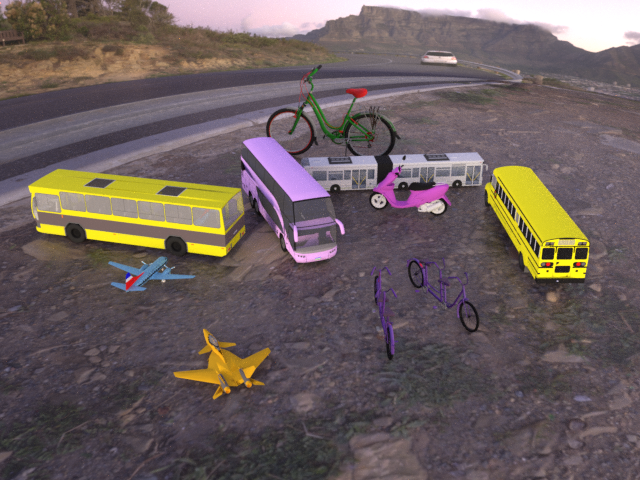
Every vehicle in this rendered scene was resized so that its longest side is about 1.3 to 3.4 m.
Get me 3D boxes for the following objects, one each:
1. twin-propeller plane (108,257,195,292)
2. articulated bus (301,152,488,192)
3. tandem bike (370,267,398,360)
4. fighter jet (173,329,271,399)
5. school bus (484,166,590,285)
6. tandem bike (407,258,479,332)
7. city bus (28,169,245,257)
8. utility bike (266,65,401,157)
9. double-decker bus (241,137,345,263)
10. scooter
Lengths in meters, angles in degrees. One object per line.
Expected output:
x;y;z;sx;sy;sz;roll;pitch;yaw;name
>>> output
-2.408;0.428;9.756;1.370;0.407;1.095;8;27;16;twin-propeller plane
1.353;-1.263;13.003;3.401;0.561;0.605;-2;26;-5;articulated bus
0.786;0.820;8.654;0.283;0.682;1.642;-1;26;-2;tandem bike
-1.160;1.299;8.130;1.147;0.286;1.358;-12;29;-22;fighter jet
3.243;-0.372;10.882;0.709;0.844;3.322;0;26;-1;school bus
1.583;0.581;9.138;0.283;0.682;1.642;-12;29;-23;tandem bike
-2.840;-0.414;10.910;3.255;0.894;0.926;7;27;14;city bus
0.228;-2.448;13.960;2.791;1.839;1.039;5;27;10;utility bike
-0.563;-0.700;11.311;0.756;1.052;3.251;-9;28;-18;double-decker bus
1.530;-0.888;11.841;1.399;0.919;0.662;6;27;13;scooter
